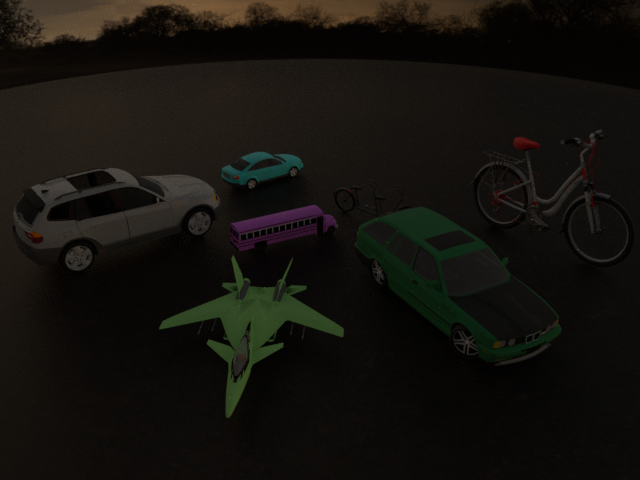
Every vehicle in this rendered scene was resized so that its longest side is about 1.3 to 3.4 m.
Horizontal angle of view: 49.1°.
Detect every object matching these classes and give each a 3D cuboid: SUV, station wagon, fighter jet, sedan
[{"bbox_3d":[-3.007,-0.494,10.540,3.058,1.128,1.276,-19,33,-31],"label":"SUV"},{"bbox_3d":[1.677,0.426,9.011,1.327,0.920,3.105,-14,31,-25],"label":"station wagon"},{"bbox_3d":[-0.844,1.047,8.219,2.229,0.557,2.640,2,28,4],"label":"fighter jet"},{"bbox_3d":[-1.041,-1.355,12.876,1.613,0.483,0.635,-20,34,-33],"label":"sedan"}]

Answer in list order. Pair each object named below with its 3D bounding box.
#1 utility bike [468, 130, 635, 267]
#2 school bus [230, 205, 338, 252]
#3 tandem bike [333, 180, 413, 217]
[{"bbox_3d":[3.436,-0.805,10.369,1.039,1.839,2.791,-23,35,-36],"label":"utility bike"},{"bbox_3d":[-0.525,-0.195,10.717,1.708,0.434,0.365,-14,31,-25],"label":"school bus"},{"bbox_3d":[0.898,-0.630,11.281,1.642,0.682,0.283,18,32,30],"label":"tandem bike"}]
